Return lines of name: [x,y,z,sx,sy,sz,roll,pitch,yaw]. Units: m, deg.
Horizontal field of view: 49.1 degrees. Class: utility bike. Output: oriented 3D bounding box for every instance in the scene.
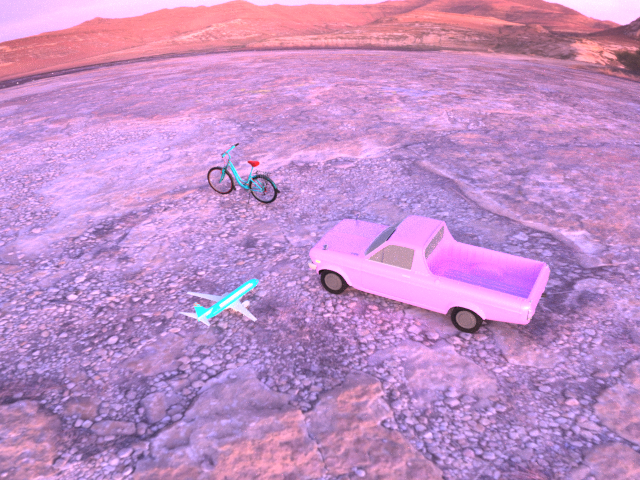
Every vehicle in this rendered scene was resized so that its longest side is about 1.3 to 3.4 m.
utility bike: [-1.345,-1.091,11.879,1.435,0.946,0.535,13,32,21]

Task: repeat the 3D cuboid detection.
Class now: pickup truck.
pickup truck: [1.409,0.309,9.345,3.117,0.993,1.244,14,32,24]

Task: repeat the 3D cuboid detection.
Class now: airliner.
airliner: [-1.214,0.717,9.194,1.161,0.429,1.307,18,34,29]
